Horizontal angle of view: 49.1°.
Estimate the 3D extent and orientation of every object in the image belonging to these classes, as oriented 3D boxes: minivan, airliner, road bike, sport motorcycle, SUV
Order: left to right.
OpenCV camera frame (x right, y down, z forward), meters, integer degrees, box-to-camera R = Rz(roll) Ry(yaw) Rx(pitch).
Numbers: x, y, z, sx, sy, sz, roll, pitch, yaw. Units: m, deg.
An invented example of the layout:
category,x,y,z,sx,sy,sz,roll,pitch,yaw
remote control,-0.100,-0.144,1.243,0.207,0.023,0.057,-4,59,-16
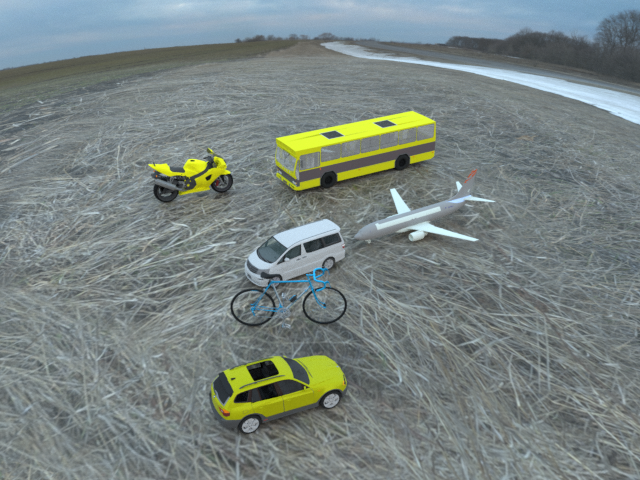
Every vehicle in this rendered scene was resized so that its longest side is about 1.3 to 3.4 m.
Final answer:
category,x,y,z,sx,sy,sz,roll,pitch,yaw
sport motorcycle,-2.329,-1.157,12.767,1.520,0.821,0.506,-12,31,-20
SUV,-0.461,1.641,7.916,1.572,0.580,0.656,-12,31,-21
road bike,-0.412,0.772,9.218,1.545,0.852,0.358,-1,29,-2
minivan,-0.384,0.188,10.529,1.548,0.616,0.681,-17,33,-28
airliner,1.641,-0.552,11.650,2.541,0.835,2.257,-16,33,-27

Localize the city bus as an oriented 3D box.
category,x,y,z,sx,sy,sz,roll,pitch,yaw
city bus,0.743,-1.754,13.779,3.255,0.894,0.926,-16,32,-26
